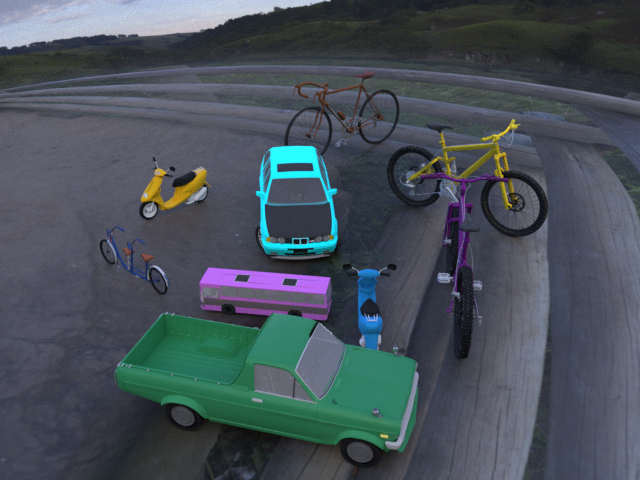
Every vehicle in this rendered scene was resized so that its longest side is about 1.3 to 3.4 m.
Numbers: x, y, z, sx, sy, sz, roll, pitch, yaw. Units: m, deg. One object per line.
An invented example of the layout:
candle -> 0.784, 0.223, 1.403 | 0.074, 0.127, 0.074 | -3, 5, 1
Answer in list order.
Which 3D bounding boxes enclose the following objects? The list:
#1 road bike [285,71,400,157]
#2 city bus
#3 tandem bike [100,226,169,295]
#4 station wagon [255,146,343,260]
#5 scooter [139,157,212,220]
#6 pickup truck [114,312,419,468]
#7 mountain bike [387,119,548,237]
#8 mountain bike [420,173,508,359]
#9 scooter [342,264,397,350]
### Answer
road bike -> 0.508, -2.498, 13.914 | 3.004, 1.656, 0.697 | -21, 34, -34
city bus -> -0.704, 0.720, 9.150 | 1.674, 0.460, 0.476 | 4, 28, 8
tandem bike -> -2.637, 0.250, 9.797 | 1.642, 0.682, 0.283 | 23, 36, 36
station wagon -> -0.395, -0.739, 11.397 | 1.327, 0.920, 3.105 | -2, 28, -4
scooter -> -2.442, -0.925, 11.748 | 1.399, 0.919, 0.662 | -24, 36, -37
pickup truck -> -0.530, 1.379, 7.348 | 3.117, 0.993, 1.244 | 8, 29, 14
mountain bike -> 2.302, -1.077, 11.215 | 2.857, 1.688, 1.114 | 20, 34, 33
mountain bike -> 1.785, 0.170, 8.877 | 1.114, 1.688, 2.857 | 3, 28, 5
scooter -> 0.601, 0.774, 8.562 | 0.662, 0.919, 1.399 | 0, 28, 0
